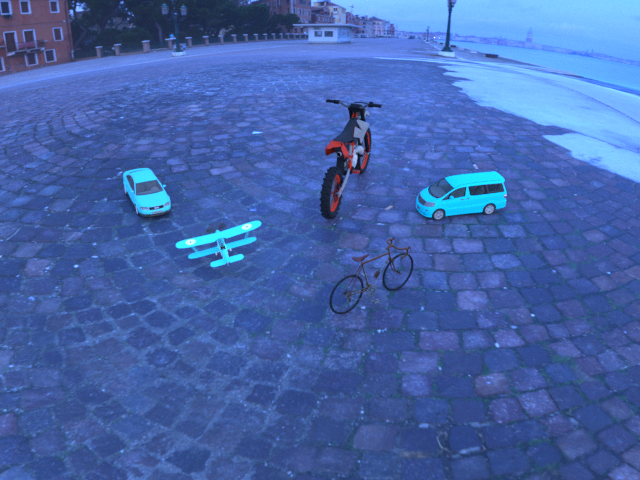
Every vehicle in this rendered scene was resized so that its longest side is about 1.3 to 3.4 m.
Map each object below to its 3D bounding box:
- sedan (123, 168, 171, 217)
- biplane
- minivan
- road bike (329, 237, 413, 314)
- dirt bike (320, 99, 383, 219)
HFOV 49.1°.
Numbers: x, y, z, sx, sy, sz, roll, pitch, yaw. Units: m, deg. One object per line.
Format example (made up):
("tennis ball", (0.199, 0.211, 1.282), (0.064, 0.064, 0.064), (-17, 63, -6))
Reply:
("sedan", (-3.129, -0.916, 12.586), (0.635, 0.483, 1.613), (-13, 32, -22))
("biplane", (-1.515, 0.114, 10.725), (1.336, 0.504, 1.090), (-8, 30, -14))
("minivan", (2.460, -0.793, 12.230), (1.548, 0.616, 0.681), (-6, 30, -11))
("road bike", (0.741, 0.490, 9.699), (1.545, 0.852, 0.358), (-21, 35, -32))
("dirt bike", (0.505, -1.601, 12.597), (1.024, 1.666, 2.903), (9, 31, 16))
